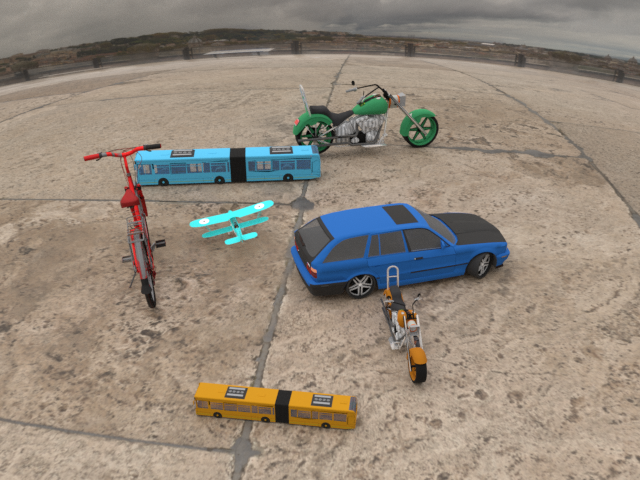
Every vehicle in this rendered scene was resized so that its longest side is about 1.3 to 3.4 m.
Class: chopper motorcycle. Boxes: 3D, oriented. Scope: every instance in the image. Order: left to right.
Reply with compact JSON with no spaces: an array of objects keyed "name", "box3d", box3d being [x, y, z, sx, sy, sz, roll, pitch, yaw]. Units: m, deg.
[{"name":"chopper motorcycle","box3d":[0.949,-2.469,13.988,3.040,1.480,0.906,-7,30,-13]},{"name":"chopper motorcycle","box3d":[1.020,0.992,8.418,0.466,0.761,1.563,-4,29,-8]}]

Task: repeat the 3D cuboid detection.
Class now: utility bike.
[{"name":"utility bike","box3d":[-2.601,-0.302,9.658,1.039,1.839,2.791,-7,30,-13]}]

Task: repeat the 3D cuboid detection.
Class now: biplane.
[{"name":"biplane","box3d":[-1.330,-0.211,10.880,1.336,0.504,1.090,-8,30,-15]}]

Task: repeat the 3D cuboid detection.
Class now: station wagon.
[{"name":"station wagon","box3d":[1.182,0.023,10.021,3.105,0.920,1.327,-8,30,-14]}]

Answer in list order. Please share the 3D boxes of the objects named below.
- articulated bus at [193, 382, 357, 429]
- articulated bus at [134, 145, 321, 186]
[{"name":"articulated bus","box3d":[-0.482,1.771,7.488,1.749,0.289,0.311,4,29,7]},{"name":"articulated bus","box3d":[-1.704,-1.387,12.968,3.401,0.561,0.605,-2,29,-4]}]
